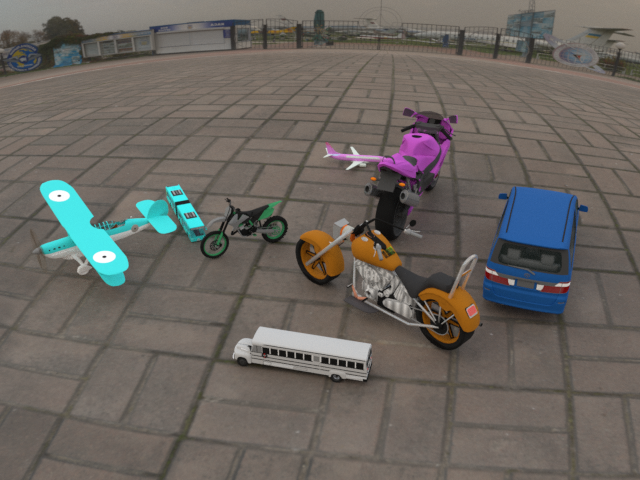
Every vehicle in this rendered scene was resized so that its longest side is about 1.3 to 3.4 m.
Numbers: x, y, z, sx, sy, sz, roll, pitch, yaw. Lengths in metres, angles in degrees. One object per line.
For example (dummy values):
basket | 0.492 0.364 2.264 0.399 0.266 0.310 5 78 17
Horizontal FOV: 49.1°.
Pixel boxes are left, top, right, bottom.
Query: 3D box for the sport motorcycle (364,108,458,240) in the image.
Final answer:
sport motorcycle | 1.575 -1.174 11.816 0.983 1.596 2.955 13 32 22

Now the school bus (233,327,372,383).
school bus | -0.231 1.379 8.518 1.708 0.434 0.365 7 31 12

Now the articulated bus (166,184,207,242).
articulated bus | -2.304 -0.480 11.920 0.311 0.289 1.749 -12 32 -21

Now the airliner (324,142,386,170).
airliner | 0.734 -1.718 13.945 1.307 0.429 1.161 3 30 6

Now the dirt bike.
dirt bike | -1.169 -0.214 10.881 1.493 0.857 0.527 -16 33 -26

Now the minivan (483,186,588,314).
minivan | 3.201 -0.104 10.346 1.324 1.197 3.011 10 31 18

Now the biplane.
biplane | -3.229 -0.085 10.530 2.120 0.981 2.598 -20 35 -31

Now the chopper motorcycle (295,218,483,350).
chopper motorcycle | 0.797 0.347 9.272 3.040 1.480 0.906 26 39 38
